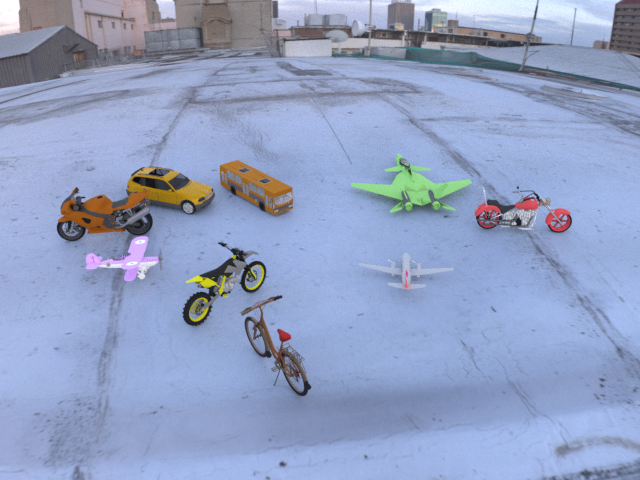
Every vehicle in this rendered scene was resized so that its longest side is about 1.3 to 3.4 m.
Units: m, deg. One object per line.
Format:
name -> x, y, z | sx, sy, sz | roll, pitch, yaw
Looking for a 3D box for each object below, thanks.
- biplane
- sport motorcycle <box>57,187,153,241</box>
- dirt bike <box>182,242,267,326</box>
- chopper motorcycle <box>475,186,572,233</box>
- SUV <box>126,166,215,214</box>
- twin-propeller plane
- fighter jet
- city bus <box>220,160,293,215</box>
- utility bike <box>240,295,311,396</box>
biplane -> -2.819, 0.308, 10.143 | 1.090, 0.504, 1.336 | -3, 29, -6
sport motorcycle -> -3.421, -0.405, 11.127 | 1.520, 0.821, 0.506 | -6, 29, -10
dirt bike -> -1.263, 0.534, 9.355 | 0.527, 0.857, 1.493 | 22, 35, 35
chopper motorcycle -> 3.311, -0.493, 11.351 | 1.563, 0.761, 0.466 | 1, 28, 2
SUV -> -2.635, -0.909, 12.310 | 1.572, 0.580, 0.656 | 10, 30, 17
twin-propeller plane -> 1.241, 0.405, 10.065 | 1.370, 0.407, 1.095 | 3, 29, 5
fighter jet -> 1.670, -1.268, 12.996 | 2.229, 0.557, 2.640 | -2, 29, -4
city bus -> -1.153, -0.935, 12.483 | 0.476, 0.460, 1.674 | -22, 35, -35
utility bike -> -0.561, 1.191, 8.049 | 0.535, 0.946, 1.435 | -18, 33, -30
